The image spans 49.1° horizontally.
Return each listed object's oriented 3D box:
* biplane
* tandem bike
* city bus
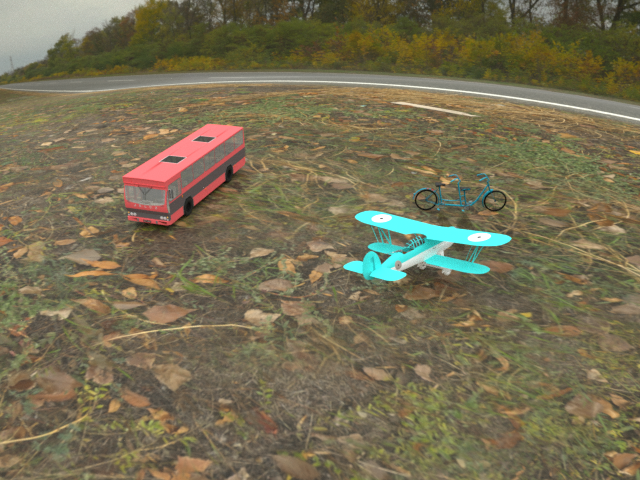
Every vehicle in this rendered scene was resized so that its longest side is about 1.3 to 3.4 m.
[{"bbox_3d":[1.293,0.160,9.881,2.120,0.981,2.598,-23,34,-39],"label":"biplane"},{"bbox_3d":[2.458,-0.824,12.276,1.642,0.682,0.283,1,26,2],"label":"tandem bike"},{"bbox_3d":[-2.386,-1.250,12.916,0.926,0.894,3.255,8,27,16],"label":"city bus"}]
